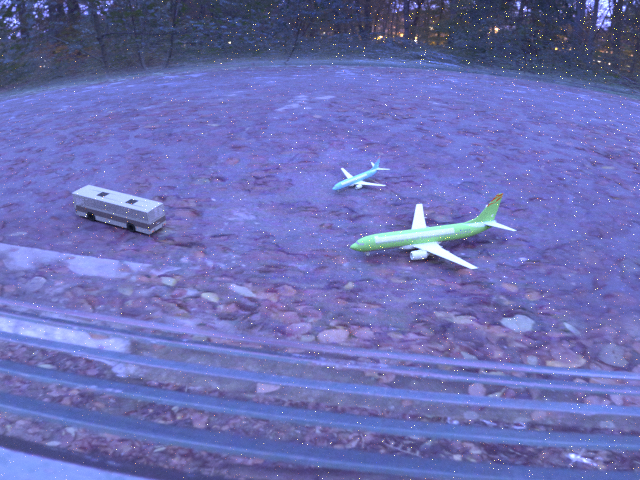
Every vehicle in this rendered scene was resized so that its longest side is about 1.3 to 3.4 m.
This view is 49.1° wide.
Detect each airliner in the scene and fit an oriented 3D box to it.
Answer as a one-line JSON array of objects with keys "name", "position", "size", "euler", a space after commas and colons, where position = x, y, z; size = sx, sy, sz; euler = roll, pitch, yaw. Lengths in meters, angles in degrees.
[{"name": "airliner", "position": [1.701, -0.233, 10.975], "size": [2.541, 0.835, 2.257], "euler": [-7, 29, -12]}, {"name": "airliner", "position": [0.715, -1.252, 13.308], "size": [1.307, 0.429, 1.161], "euler": [-23, 36, -37]}]

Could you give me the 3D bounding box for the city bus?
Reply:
[{"name": "city bus", "position": [-3.414, -0.506, 11.882], "size": [1.674, 0.460, 0.476], "euler": [14, 31, 24]}]
